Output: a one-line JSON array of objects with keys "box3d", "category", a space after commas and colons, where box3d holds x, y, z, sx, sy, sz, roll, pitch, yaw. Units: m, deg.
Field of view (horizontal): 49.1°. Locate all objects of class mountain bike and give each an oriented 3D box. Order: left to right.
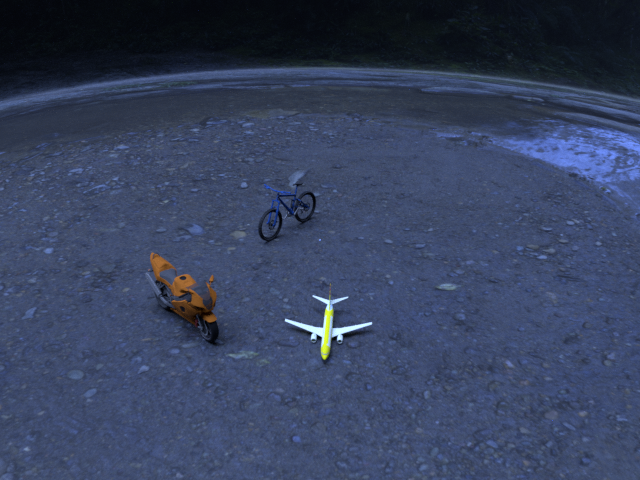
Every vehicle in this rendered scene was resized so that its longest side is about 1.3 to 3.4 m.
[{"box3d": [-0.541, -0.555, 11.847, 0.573, 0.868, 1.469, 20, 33, 33], "category": "mountain bike"}]

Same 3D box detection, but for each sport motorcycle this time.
[{"box3d": [-1.821, 0.757, 9.346, 0.506, 0.821, 1.520, -22, 34, -36], "category": "sport motorcycle"}]

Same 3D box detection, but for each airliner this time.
[{"box3d": [0.102, 1.071, 9.162, 1.161, 0.429, 1.307, 2, 27, 3], "category": "airliner"}]
